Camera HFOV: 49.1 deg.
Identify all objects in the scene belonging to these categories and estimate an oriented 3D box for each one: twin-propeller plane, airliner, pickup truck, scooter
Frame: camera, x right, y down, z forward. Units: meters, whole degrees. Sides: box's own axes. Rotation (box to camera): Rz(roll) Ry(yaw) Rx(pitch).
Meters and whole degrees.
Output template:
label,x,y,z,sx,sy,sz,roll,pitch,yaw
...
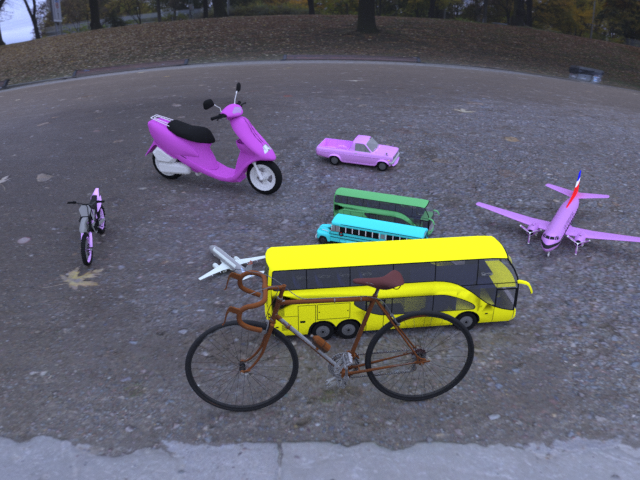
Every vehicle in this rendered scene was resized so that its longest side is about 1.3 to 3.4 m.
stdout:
label,x,y,z,sx,sy,sz,roll,pitch,yaw
twin-propeller plane,3.774,-0.414,10.829,2.663,0.792,2.129,15,31,26
airliner,-1.272,0.242,9.972,1.161,0.429,1.307,-18,33,-31
pickup truck,0.742,-1.756,13.679,1.603,0.511,0.640,9,29,17
scooter,-1.933,-1.784,12.363,2.721,1.786,1.288,10,29,18

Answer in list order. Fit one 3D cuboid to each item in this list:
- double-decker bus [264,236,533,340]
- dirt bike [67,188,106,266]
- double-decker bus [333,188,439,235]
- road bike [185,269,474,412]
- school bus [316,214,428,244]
label,x,y,z,sx,sy,sz,roll,pitch,yaw
double-decker bus,0.935,0.568,8.687,3.251,1.052,0.756,-3,28,-6
dirt bike,-3.407,-0.266,10.478,0.527,0.857,1.493,-2,28,-5
double-decker bus,1.037,-0.446,11.159,1.672,0.541,0.389,10,29,18
road bike,0.123,1.046,7.131,3.004,1.656,0.697,-2,28,-5
school bus,0.762,-0.076,10.572,1.708,0.434,0.365,10,29,19
